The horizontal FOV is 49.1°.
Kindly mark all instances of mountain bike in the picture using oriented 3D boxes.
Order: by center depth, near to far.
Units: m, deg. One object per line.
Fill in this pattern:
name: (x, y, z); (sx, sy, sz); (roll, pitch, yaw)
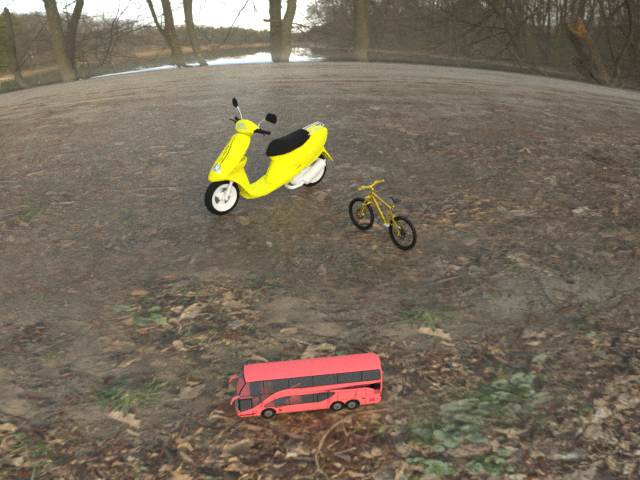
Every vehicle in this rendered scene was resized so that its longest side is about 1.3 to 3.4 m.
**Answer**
mountain bike: (0.982, -0.403, 11.098); (0.573, 0.868, 1.469); (-23, 36, -36)

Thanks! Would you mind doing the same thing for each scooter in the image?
scooter: (-0.872, -1.540, 12.251); (2.721, 1.786, 1.288); (-21, 34, -34)

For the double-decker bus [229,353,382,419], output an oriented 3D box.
double-decker bus: (-0.153, 1.600, 7.698); (1.672, 0.541, 0.389); (-4, 28, -8)
